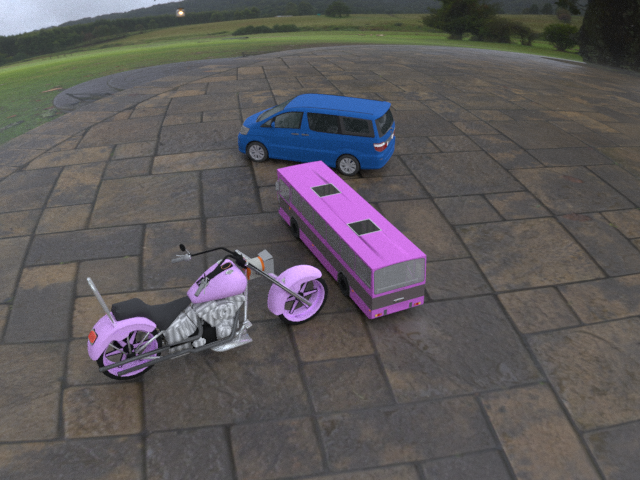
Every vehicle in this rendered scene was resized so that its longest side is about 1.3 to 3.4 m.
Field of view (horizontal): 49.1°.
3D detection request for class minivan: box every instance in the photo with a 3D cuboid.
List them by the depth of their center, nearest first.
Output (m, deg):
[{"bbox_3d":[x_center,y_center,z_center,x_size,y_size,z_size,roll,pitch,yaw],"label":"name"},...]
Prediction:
[{"bbox_3d":[-0.101,-2.105,13.323,3.011,1.197,1.324,10,32,17],"label":"minivan"}]

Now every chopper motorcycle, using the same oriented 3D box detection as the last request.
[{"bbox_3d":[-1.261,0.704,8.355,3.040,1.480,0.906,-17,35,-26],"label":"chopper motorcycle"}]

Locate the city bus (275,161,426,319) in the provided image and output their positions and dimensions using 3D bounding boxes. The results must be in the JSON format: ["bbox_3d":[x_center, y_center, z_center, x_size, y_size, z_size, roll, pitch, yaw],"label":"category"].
[{"bbox_3d":[0.338,-0.085,10.244,0.926,0.894,3.255,-13,33,-21],"label":"city bus"}]
